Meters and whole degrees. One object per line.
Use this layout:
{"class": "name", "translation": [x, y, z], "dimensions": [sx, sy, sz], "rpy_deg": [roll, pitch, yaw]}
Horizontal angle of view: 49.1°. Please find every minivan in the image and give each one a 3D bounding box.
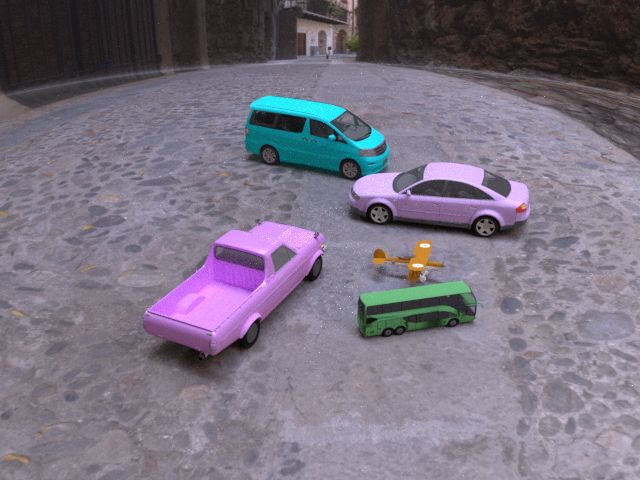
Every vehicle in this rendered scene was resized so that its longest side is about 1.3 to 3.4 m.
{"class": "minivan", "translation": [-0.051, -2.156, 14.431], "dimensions": [3.011, 1.197, 1.324], "rpy_deg": [13, 30, 22]}

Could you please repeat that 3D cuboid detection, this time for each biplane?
{"class": "biplane", "translation": [1.343, 0.327, 10.500], "dimensions": [1.090, 0.504, 1.336], "rpy_deg": [7, 29, 13]}

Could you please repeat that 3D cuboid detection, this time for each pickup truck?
{"class": "pickup truck", "translation": [-1.052, 0.495, 9.664], "dimensions": [1.244, 0.993, 3.117], "rpy_deg": [13, 31, 23]}

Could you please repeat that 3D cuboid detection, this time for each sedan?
{"class": "sedan", "translation": [2.052, -0.816, 12.187], "dimensions": [3.137, 0.940, 1.235], "rpy_deg": [7, 29, 13]}

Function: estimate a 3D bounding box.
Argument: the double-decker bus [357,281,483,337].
{"class": "double-decker bus", "translation": [1.330, 0.912, 9.362], "dimensions": [1.672, 0.541, 0.389], "rpy_deg": [-7, 29, -12]}
